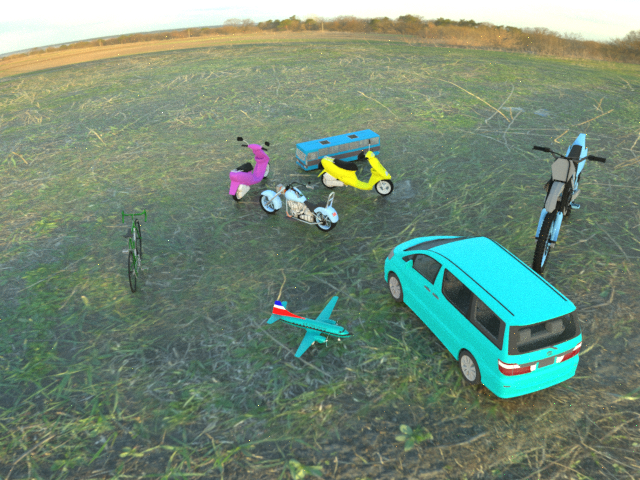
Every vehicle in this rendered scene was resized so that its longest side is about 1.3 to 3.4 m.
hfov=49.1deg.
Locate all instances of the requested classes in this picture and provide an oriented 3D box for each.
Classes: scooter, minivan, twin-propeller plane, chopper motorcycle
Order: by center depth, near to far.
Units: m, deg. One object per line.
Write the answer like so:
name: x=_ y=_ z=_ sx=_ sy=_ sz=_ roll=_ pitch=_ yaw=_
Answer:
minivan: x=1.929 y=0.671 z=8.911 sx=1.324 sy=1.197 sz=3.011 roll=-12 pitch=33 yaw=-20
twin-propeller plane: x=-0.119 y=1.051 z=9.044 sx=1.095 sy=0.407 sz=1.370 roll=11 pitch=32 yaw=19
chopper motorcycle: x=-0.370 y=-0.628 z=11.539 sx=1.563 sy=0.761 sz=0.466 roll=20 pitch=36 yaw=30
scooter: x=0.642 y=-1.276 z=12.481 sx=1.399 sy=0.919 sz=0.662 roll=9 pitch=32 yaw=14
scooter: x=-1.251 y=-1.320 z=12.556 sx=0.662 sy=0.919 sz=1.399 roll=13 pitch=33 yaw=20

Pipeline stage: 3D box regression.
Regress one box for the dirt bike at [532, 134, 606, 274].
dirt bike: x=3.752 y=-0.712 z=10.792 sx=1.024 sy=1.666 sz=2.903 roll=15 pitch=34 yaw=23

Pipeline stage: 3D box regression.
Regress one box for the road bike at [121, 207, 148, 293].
road bike: x=-2.712 y=0.103 z=10.213 sx=0.358 sy=0.852 sz=1.545 roll=-4 pitch=31 yaw=-7

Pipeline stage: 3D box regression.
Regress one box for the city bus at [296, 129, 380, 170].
city bus: x=0.361 y=-1.758 z=13.749 sx=1.674 sy=0.460 sz=0.476 roll=-15 pitch=34 yaw=-24
